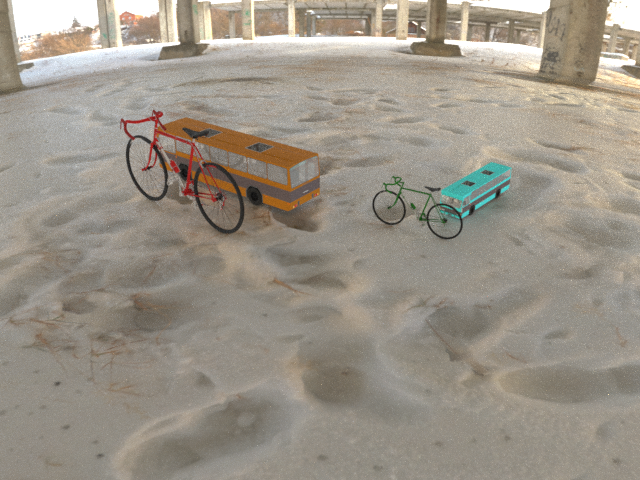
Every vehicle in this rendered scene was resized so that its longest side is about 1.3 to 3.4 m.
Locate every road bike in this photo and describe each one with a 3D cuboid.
[{"bbox_3d":[1.507,-0.513,10.918,1.545,0.852,0.358,16,32,28],"label":"road bike"},{"bbox_3d":[-2.262,-1.148,11.259,3.004,1.656,0.696,23,35,36],"label":"road bike"}]

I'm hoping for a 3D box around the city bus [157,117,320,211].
[{"bbox_3d":[-1.527,-1.364,12.480,3.255,0.894,0.926,20,34,32],"label":"city bus"}]

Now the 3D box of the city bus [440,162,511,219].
[{"bbox_3d":[2.674,-0.846,11.965,0.476,0.460,1.674,22,35,36],"label":"city bus"}]
